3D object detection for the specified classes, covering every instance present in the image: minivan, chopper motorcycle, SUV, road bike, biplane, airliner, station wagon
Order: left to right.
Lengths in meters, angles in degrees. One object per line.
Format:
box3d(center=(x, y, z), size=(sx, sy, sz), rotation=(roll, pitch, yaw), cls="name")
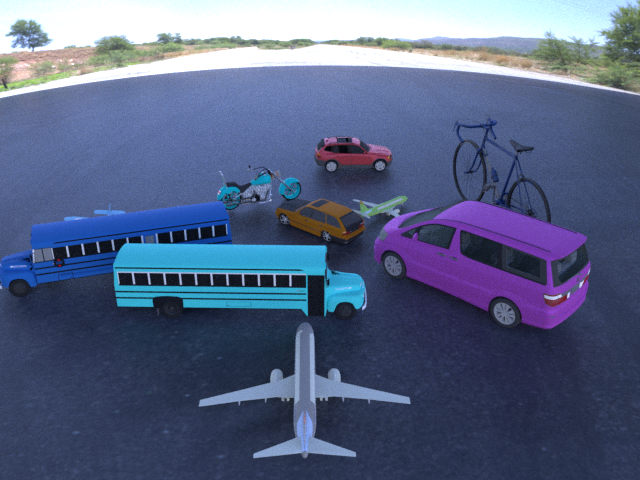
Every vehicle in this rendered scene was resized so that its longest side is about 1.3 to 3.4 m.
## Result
box3d(center=(-3.367, -0.254, 11.272), size=(1.336, 0.504, 1.090), rotation=(-7, 28, -13), cls="biplane")
box3d(center=(-1.065, -0.966, 12.355), size=(1.563, 0.761, 0.466), rotation=(-13, 30, -23), cls="chopper motorcycle")
box3d(center=(-0.167, 1.440, 7.679), size=(2.257, 0.835, 2.541), rotation=(0, 28, -1), cls="airliner")
box3d(center=(-0.026, -0.407, 11.598), size=(1.597, 0.473, 0.682), rotation=(22, 35, 35), cls="station wagon")
box3d(center=(0.669, -1.746, 14.040), size=(1.572, 0.580, 0.656), rotation=(-1, 28, -2), cls="SUV")
box3d(center=(1.105, -0.655, 12.118), size=(1.307, 0.429, 1.161), rotation=(-24, 36, -38), cls="airliner")
box3d(center=(2.151, 0.153, 9.747), size=(3.011, 1.197, 1.324), rotation=(24, 36, 37), cls="minivan")
box3d(center=(2.923, -1.015, 11.483), size=(0.696, 1.656, 3.004), rotation=(-9, 29, -16), cls="road bike")

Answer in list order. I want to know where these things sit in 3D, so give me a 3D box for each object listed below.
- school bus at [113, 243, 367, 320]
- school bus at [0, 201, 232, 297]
box3d(center=(-1.031, 0.531, 9.406), size=(3.322, 0.844, 0.709), rotation=(1, 28, 1), cls="school bus")
box3d(center=(-2.973, 0.089, 10.250), size=(3.322, 0.844, 0.709), rotation=(-9, 29, -16), cls="school bus")
